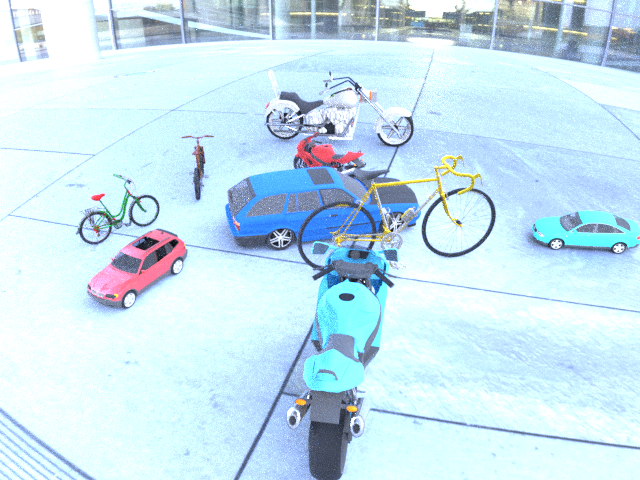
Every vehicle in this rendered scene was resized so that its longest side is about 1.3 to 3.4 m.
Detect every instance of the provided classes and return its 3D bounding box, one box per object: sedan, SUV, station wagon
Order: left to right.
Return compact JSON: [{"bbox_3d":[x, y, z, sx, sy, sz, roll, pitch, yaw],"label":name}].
[{"bbox_3d":[-2.553,0.362,9.841,0.656,0.580,1.572,17,35,27],"label":"SUV"},{"bbox_3d":[0.069,-0.621,11.165,3.105,0.920,1.327,-7,31,-12],"label":"station wagon"},{"bbox_3d":[4.119,-0.170,10.833,1.613,0.483,0.635,4,31,6],"label":"sedan"}]

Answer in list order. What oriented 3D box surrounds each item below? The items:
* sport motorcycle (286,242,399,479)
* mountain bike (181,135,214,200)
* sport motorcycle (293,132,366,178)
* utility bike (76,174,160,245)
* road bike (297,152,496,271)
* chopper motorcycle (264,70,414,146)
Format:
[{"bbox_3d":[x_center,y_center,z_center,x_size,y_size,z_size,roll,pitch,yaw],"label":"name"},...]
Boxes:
[{"bbox_3d":[0.268,1.131,7.546,0.983,1.596,2.955,5,31,8],"label":"sport motorcycle"},{"bbox_3d":[-2.154,-1.338,12.428,0.573,0.868,1.469,-2,31,-4],"label":"mountain bike"},{"bbox_3d":[0.137,-1.396,12.571,1.520,0.821,0.506,20,36,30],"label":"sport motorcycle"},{"bbox_3d":[-3.203,-0.517,10.965,1.435,0.946,0.535,-24,38,-34],"label":"utility bike"},{"bbox_3d":[1.144,-0.352,9.990,3.004,1.656,0.697,-7,31,-11],"label":"road bike"},{"bbox_3d":[0.373,-2.635,14.017,3.040,1.480,0.906,3,31,5],"label":"chopper motorcycle"}]
